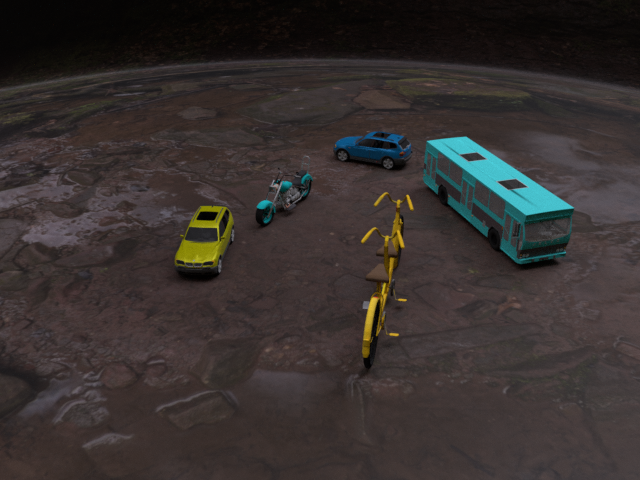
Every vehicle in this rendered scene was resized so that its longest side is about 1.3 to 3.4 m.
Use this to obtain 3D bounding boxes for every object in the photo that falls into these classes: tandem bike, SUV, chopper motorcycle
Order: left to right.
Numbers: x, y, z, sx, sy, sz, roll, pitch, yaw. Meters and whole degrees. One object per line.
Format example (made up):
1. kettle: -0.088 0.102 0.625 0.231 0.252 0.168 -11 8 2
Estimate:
1. SUV: -1.687 -0.028 10.338 0.656 0.580 1.572 2 28 4
2. chopper motorcycle: -0.588 -0.832 11.688 0.466 0.761 1.563 15 31 27
3. SUV: 1.037 -1.834 13.807 1.572 0.580 0.656 13 30 23
4. tandem bike: 0.841 0.324 8.855 0.550 1.326 3.192 6 28 11

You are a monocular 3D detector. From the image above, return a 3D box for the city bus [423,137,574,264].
1. city bus: 2.729 -0.709 11.306 0.926 0.894 3.255 -8 29 -16
